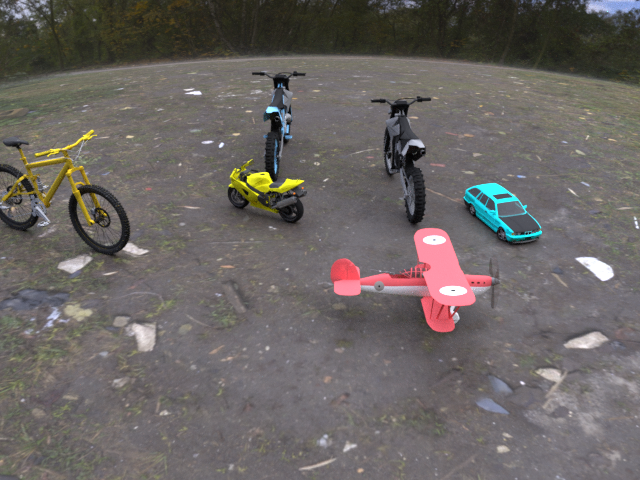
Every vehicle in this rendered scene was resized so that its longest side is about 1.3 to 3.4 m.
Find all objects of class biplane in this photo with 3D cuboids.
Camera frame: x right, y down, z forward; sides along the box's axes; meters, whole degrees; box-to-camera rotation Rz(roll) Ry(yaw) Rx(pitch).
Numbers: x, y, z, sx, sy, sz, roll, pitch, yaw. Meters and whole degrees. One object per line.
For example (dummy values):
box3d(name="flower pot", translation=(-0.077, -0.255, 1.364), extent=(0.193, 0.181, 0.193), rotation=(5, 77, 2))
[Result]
box3d(name="biplane", translation=(1.193, 0.517, 8.820), extent=(2.120, 0.981, 2.598), rotation=(1, 28, 2))

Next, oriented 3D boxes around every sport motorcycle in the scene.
box3d(name="sport motorcycle", translation=(-0.901, -0.785, 11.434), extent=(1.520, 0.821, 0.506), rotation=(16, 32, 27))

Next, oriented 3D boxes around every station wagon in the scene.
box3d(name="station wagon", translation=(2.920, -0.477, 11.227), extent=(0.682, 0.473, 1.597), rotation=(-8, 29, -15))

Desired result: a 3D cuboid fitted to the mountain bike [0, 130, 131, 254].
box3d(name="mountain bike", translation=(-4.026, -0.744, 10.435), extent=(2.857, 1.688, 1.114), rotation=(13, 31, 23))

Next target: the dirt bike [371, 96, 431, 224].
box3d(name="dirt bike", translation=(1.403, -1.519, 11.913), extent=(1.024, 1.666, 2.903), rotation=(-3, 28, -5))

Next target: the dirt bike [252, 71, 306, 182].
box3d(name="dirt bike", translation=(-0.804, -2.318, 13.415), extent=(1.024, 1.666, 2.903), rotation=(2, 28, 4))
